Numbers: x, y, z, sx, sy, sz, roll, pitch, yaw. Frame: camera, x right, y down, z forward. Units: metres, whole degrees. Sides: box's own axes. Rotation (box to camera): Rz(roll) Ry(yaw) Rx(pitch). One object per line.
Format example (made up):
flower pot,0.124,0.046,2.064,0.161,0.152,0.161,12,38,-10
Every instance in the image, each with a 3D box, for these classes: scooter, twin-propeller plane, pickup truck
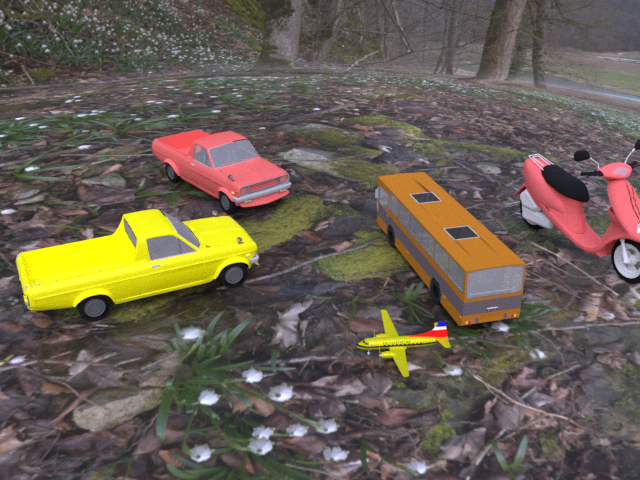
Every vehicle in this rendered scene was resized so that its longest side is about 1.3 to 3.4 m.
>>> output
scooter,3.863,-0.633,10.246,1.288,1.786,2.721,-12,29,-23
twin-propeller plane,0.962,1.149,8.194,1.095,0.407,1.370,-3,26,-5
pickup truck,-1.871,-1.437,12.771,1.244,0.993,3.117,-20,33,-35
pickup truck,-2.419,0.209,9.436,3.117,0.993,1.244,-13,29,-24

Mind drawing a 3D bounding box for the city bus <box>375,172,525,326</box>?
city bus,1.693,0.037,9.897,0.926,0.894,3.255,-7,27,-13
